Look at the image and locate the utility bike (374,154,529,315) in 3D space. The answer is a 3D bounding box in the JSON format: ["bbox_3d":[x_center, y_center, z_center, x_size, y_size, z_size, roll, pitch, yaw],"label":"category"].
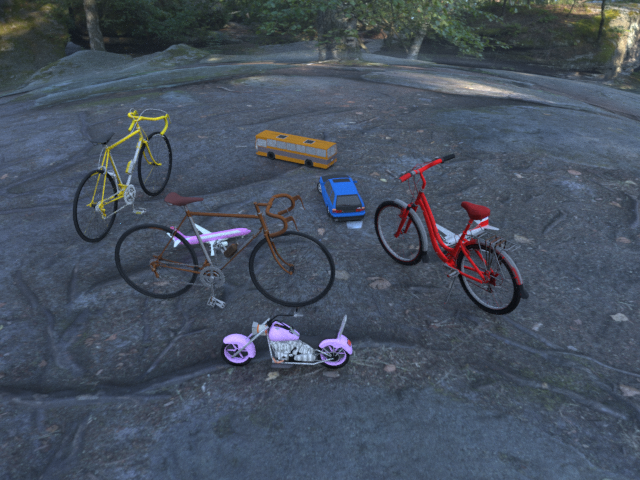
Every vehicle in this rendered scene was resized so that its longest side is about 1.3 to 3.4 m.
[{"bbox_3d":[1.636,-0.093,9.463,1.039,1.839,2.791,-21,35,-34],"label":"utility bike"}]

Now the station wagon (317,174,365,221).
[{"bbox_3d":[0.366,-0.849,12.319,0.682,0.473,1.597,-4,28,-8],"label":"station wagon"}]

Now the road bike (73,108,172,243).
[{"bbox_3d":[-3.229,-1.164,11.654,0.696,1.656,3.004,9,29,16],"label":"road bike"}]

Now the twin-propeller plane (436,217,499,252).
[{"bbox_3d":[2.292,-0.105,11.001,1.095,0.407,1.370,-21,34,-33],"label":"twin-propeller plane"}]

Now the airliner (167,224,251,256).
[{"bbox_3d":[-1.713,-0.128,11.020,1.307,0.429,1.161,-12,30,-21],"label":"airliner"}]

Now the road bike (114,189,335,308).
[{"bbox_3d":[-1.291,0.129,9.242,3.004,1.656,0.697,3,28,6],"label":"road bike"}]

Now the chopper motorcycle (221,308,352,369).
[{"bbox_3d":[-0.399,1.176,8.236,1.563,0.761,0.466,2,28,4],"label":"chopper motorcycle"}]

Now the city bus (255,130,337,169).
[{"bbox_3d":[-0.494,-1.819,14.142,1.674,0.460,0.476,14,31,25],"label":"city bus"}]
